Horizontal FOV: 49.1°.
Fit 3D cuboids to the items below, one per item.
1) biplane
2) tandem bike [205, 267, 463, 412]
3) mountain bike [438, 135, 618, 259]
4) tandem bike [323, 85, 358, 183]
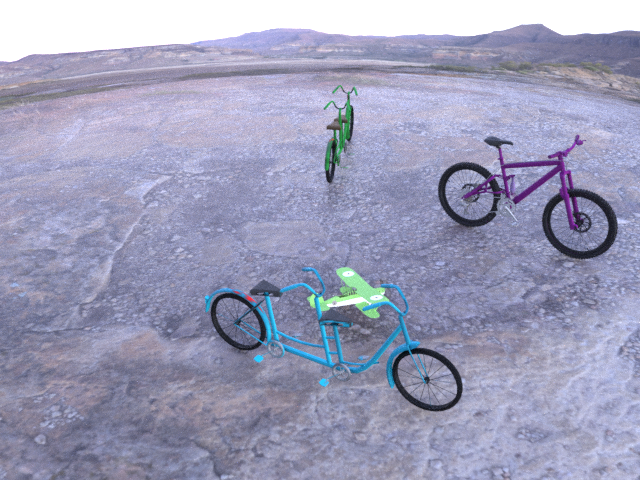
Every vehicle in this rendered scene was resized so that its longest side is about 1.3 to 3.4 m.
[{"bbox_3d":[0.378,0.732,9.010,1.090,0.504,1.336,-10,29,-18],"label":"biplane"},{"bbox_3d":[0.041,0.961,7.666,3.192,1.326,0.550,13,30,24],"label":"tandem bike"},{"bbox_3d":[3.082,-0.741,10.585,2.857,1.688,1.114,19,33,33],"label":"mountain bike"},{"bbox_3d":[0.408,-2.196,13.818,0.550,1.326,3.192,5,28,10],"label":"tandem bike"}]
